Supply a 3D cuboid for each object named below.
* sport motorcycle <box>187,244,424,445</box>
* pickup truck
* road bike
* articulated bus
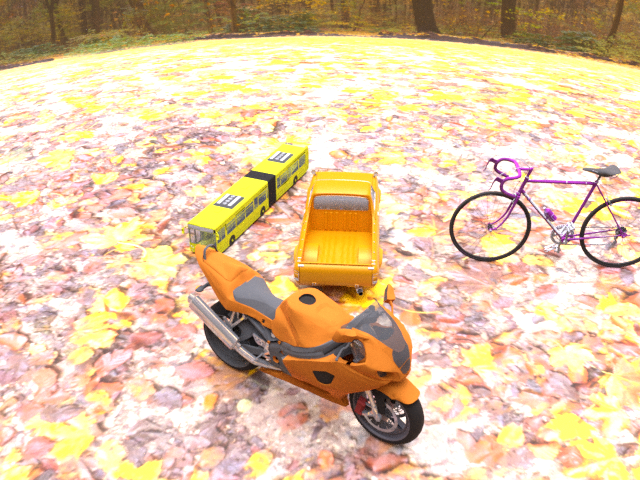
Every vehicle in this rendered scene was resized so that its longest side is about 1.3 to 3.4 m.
[{"bbox_3d":[-0.182,1.094,7.529,2.955,1.596,0.983,20,36,30],"label":"sport motorcycle"},{"bbox_3d":[0.313,-0.302,10.445,1.244,0.993,3.117,2,31,4],"label":"pickup truck"},{"bbox_3d":[3.368,-0.355,9.888,3.004,1.656,0.696,3,31,4],"label":"road bike"},{"bbox_3d":[-1.094,-0.766,11.638,0.605,0.561,3.401,13,33,20],"label":"articulated bus"}]
